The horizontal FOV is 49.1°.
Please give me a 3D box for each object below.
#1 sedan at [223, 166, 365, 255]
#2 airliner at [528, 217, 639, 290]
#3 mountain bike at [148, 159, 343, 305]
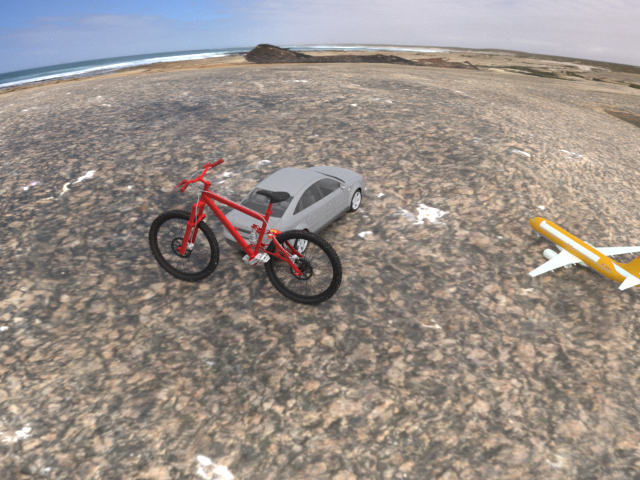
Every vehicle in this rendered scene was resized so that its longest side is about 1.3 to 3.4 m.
[{"bbox_3d":[-0.323,-0.675,11.350,1.235,0.940,3.137,15,31,27],"label":"sedan"},{"bbox_3d":[3.844,0.008,10.147,2.257,0.835,2.541,-10,29,-19],"label":"airliner"},{"bbox_3d":[-1.058,-0.043,9.321,2.857,1.688,1.114,9,29,18],"label":"mountain bike"}]
